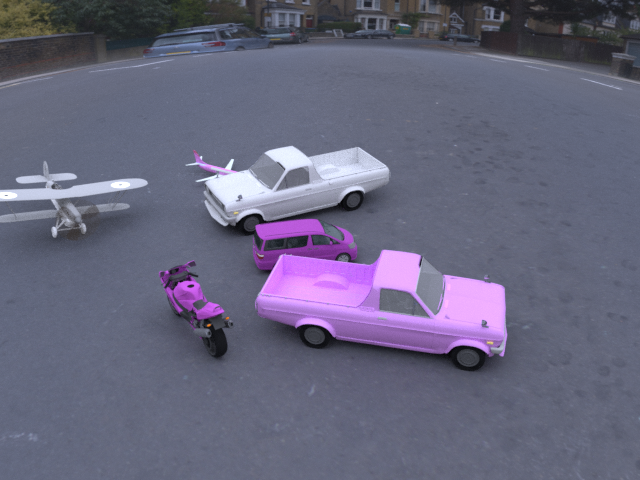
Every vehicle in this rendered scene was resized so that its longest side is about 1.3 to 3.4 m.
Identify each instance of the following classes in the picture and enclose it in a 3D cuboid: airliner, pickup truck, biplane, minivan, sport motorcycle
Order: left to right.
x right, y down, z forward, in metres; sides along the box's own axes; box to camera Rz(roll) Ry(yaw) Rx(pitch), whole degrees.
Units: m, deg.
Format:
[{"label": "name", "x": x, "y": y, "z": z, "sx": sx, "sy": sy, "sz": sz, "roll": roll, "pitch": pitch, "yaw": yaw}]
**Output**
[{"label": "biplane", "x": -4.142, "y": -0.685, "z": 11.294, "sx": 2.598, "sy": 0.981, "sz": 2.120, "roll": -18, "pitch": 34, "yaw": -28}, {"label": "sport motorcycle", "x": -1.577, "y": 0.845, "z": 8.769, "sx": 0.506, "sy": 0.821, "sz": 1.520, "roll": -20, "pitch": 35, "yaw": -30}, {"label": "airliner", "x": -1.839, "y": -1.363, "z": 13.040, "sx": 1.307, "sy": 0.429, "sz": 1.161, "roll": 15, "pitch": 33, "yaw": 24}, {"label": "pickup truck", "x": -0.377, "y": -1.010, "z": 11.852, "sx": 3.117, "sy": 0.993, "sz": 1.244, "roll": -14, "pitch": 33, "yaw": -24}, {"label": "minivan", "x": -0.214, "y": 0.043, "z": 10.385, "sx": 1.548, "sy": 0.616, "sz": 0.681, "roll": -7, "pitch": 30, "yaw": -12}, {"label": "pickup truck", "x": 0.795, "y": 0.728, "z": 8.801, "sx": 3.117, "sy": 0.993, "sz": 1.244, "roll": 7, "pitch": 30, "yaw": 12}]
